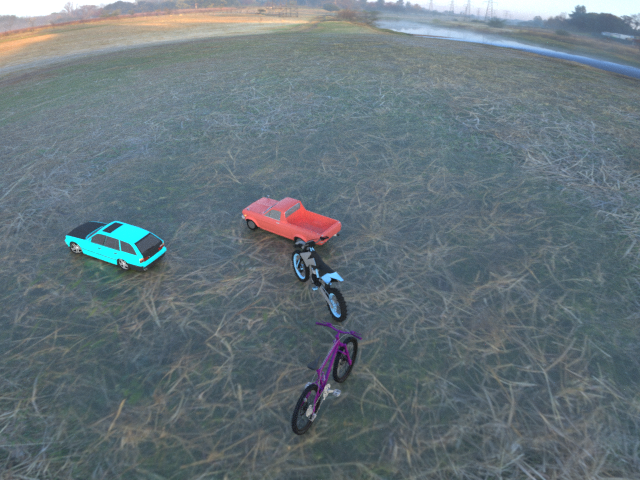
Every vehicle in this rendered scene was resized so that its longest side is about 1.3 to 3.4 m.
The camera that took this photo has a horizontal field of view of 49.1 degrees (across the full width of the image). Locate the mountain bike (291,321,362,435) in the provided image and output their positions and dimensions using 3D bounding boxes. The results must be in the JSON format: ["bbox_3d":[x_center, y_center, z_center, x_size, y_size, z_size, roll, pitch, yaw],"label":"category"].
[{"bbox_3d":[0.080,1.478,7.762,0.573,0.868,1.469,16,35,24],"label":"mountain bike"}]

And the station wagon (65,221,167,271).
[{"bbox_3d":[-3.109,0.003,10.532,1.597,0.473,0.682,15,35,23],"label":"station wagon"}]

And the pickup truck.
[{"bbox_3d":[-0.466,-0.338,11.049,1.603,0.511,0.640,20,37,28],"label":"pickup truck"}]

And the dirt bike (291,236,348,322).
[{"bbox_3d":[-0.037,0.448,9.444,0.527,0.857,1.493,-16,35,-24],"label":"dirt bike"}]
